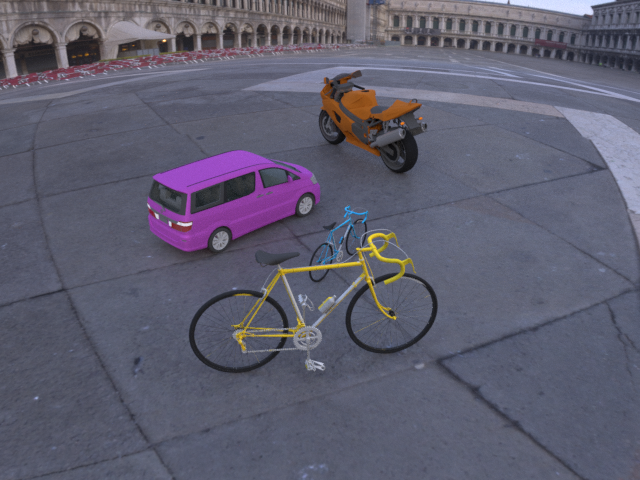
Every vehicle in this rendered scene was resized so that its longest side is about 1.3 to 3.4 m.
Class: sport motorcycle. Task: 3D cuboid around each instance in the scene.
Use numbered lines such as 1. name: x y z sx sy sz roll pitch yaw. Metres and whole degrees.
1. sport motorcycle: 0.934 -2.420 14.167 0.983 1.596 2.955 -21 34 -33

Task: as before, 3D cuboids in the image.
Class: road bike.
1. road bike: 0.290 0.030 10.405 0.358 0.852 1.545 18 33 30
2. road bike: -0.032 0.769 8.187 3.004 1.656 0.697 -6 29 -10

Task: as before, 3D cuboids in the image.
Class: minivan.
1. minivan: -1.331 -0.800 11.581 3.011 1.197 1.324 -25 37 -38
